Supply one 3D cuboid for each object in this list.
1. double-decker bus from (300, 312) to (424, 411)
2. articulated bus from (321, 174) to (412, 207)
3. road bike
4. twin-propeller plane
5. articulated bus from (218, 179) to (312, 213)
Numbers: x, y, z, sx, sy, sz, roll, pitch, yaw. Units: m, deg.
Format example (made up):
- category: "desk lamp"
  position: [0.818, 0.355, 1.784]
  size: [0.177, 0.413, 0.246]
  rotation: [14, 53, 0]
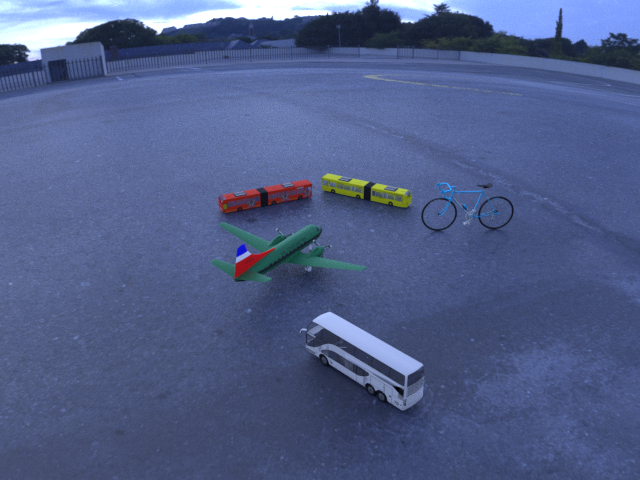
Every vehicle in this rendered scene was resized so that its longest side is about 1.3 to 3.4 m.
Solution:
- category: "double-decker bus"
  position: [0.465, 1.350, 8.088]
  size: [0.389, 0.541, 1.672]
  rotation: [-23, 35, -38]
- category: "articulated bus"
  position: [0.830, -0.911, 12.823]
  size: [1.749, 0.289, 0.311]
  rotation: [14, 30, 26]
- category: "road bike"
  position: [2.433, -0.547, 11.483]
  size: [1.545, 0.852, 0.358]
  rotation: [-2, 27, -3]
- category: "twin-propeller plane"
  position: [-0.573, 0.091, 10.291]
  size: [2.663, 0.792, 2.129]
  rotation: [17, 31, 30]
- category: "articulated bus"
  position: [-0.954, -0.790, 12.584]
  size: [1.749, 0.289, 0.311]
  rotation: [-12, 29, -23]
